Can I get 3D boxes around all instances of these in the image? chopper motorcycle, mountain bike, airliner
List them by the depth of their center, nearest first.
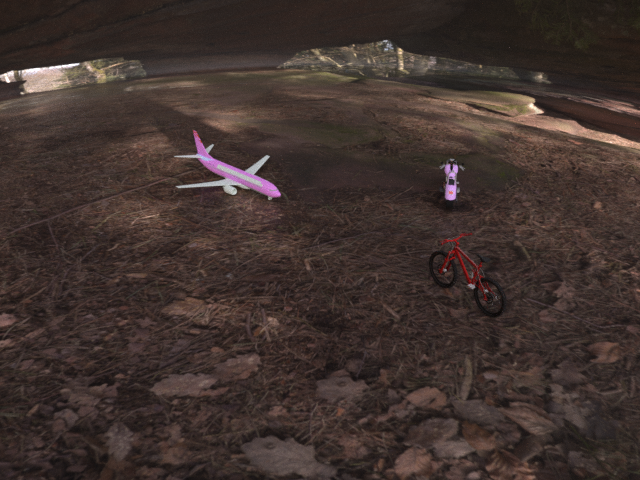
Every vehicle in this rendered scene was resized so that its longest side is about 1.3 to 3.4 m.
[{"bbox_3d":[2.018,0.456,9.625,0.573,0.868,1.469,-17,32,-30],"label":"mountain bike"},{"bbox_3d":[2.408,-1.158,12.872,0.466,0.761,1.563,4,28,8],"label":"chopper motorcycle"},{"bbox_3d":[-1.632,-1.416,13.293,2.541,0.835,2.257,24,36,38],"label":"airliner"}]
